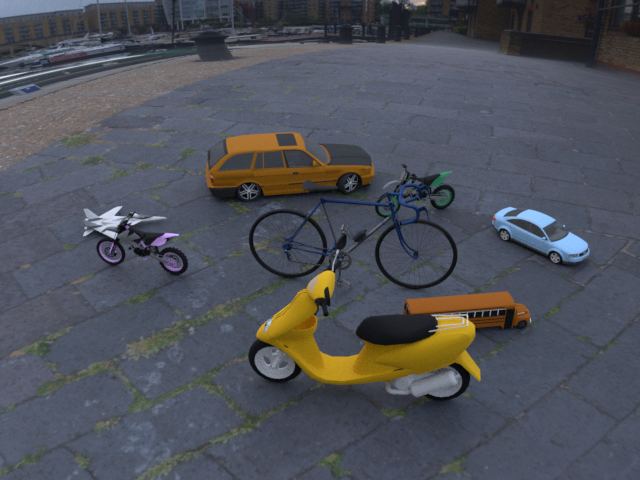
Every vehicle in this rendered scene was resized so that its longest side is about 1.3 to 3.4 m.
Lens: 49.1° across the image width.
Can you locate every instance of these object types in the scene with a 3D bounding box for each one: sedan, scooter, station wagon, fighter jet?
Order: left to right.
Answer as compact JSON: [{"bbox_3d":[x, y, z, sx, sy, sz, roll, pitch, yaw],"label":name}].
[{"bbox_3d":[-3.266,-0.371,11.722,1.358,0.286,1.147,-7,32,-11],"label":"fighter jet"},{"bbox_3d":[-0.542,-1.437,12.888,3.105,0.920,1.327,-5,31,-8],"label":"station wagon"},{"bbox_3d":[0.485,1.024,7.930,2.721,1.786,1.288,5,31,8],"label":"scooter"},{"bbox_3d":[3.502,-0.123,11.117,0.635,0.483,1.613,-25,39,-35],"label":"sedan"}]

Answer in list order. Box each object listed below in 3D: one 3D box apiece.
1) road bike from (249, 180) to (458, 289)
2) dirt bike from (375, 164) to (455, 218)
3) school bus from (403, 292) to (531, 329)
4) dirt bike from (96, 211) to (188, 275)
[{"bbox_3d":[0.443,-0.077,9.897,3.004,1.656,0.697,5,31,8],"label":"road bike"},{"bbox_3d":[1.646,-0.831,11.936,1.493,0.857,0.527,-9,32,-15],"label":"dirt bike"},{"bbox_3d":[1.977,0.973,9.332,1.708,0.434,0.365,-4,31,-7],"label":"school bus"},{"bbox_3d":[-2.679,0.083,10.408,1.493,0.857,0.527,8,32,12],"label":"dirt bike"}]
